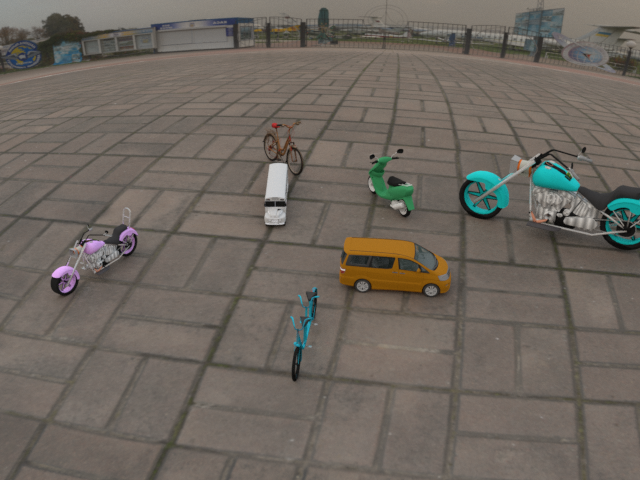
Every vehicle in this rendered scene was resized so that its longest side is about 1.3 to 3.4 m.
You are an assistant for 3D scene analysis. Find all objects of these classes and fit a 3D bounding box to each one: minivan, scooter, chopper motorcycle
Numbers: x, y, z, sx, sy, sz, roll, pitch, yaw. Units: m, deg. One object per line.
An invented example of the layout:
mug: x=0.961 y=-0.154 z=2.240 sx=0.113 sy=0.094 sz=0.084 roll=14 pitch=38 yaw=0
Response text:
minivan: x=1.050 y=0.350 z=9.732 sx=1.548 sy=0.616 sz=0.681 roll=3 pitch=30 yaw=6
scooter: x=1.187 y=-1.009 z=11.834 sx=0.662 sy=0.919 sz=1.399 roll=-14 pitch=32 yaw=-23
chopper motorcycle: x=3.673 y=-0.764 z=10.828 sx=3.040 sy=1.480 sz=0.906 roll=16 pitch=33 yaw=26
chopper motorcycle: x=-3.193 y=0.151 z=9.936 sx=0.466 sy=0.761 sz=1.563 roll=16 pitch=33 yaw=27

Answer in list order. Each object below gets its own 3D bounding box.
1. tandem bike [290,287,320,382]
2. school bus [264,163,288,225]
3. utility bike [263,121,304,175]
tandem bike: x=-0.175 y=1.004 z=8.503 sx=0.283 sy=0.682 sz=1.642 roll=4 pitch=30 yaw=8
school bus: x=-0.736 y=-0.782 z=11.925 sx=0.365 sy=0.434 sz=1.708 roll=0 pitch=29 yaw=-1
utility bike: x=-0.677 y=-1.841 z=13.283 sx=0.535 sy=0.946 sz=1.435 roll=-19 pitch=34 yaw=-30
